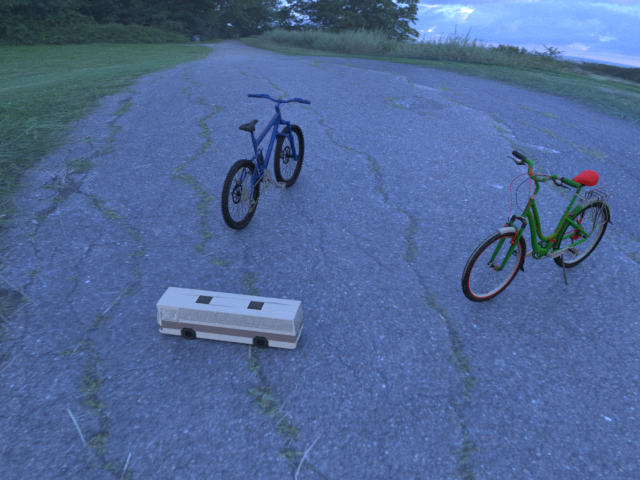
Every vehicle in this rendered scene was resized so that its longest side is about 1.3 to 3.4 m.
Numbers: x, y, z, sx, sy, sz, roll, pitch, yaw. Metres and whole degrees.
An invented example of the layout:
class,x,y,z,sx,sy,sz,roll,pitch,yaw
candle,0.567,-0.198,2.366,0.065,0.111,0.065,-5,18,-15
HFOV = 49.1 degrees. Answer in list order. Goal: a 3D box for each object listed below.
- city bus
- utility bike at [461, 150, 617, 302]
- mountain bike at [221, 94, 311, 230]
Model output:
class,x,y,z,sx,sy,sz,roll,pitch,yaw
city bus,-1.060,0.933,8.287,1.674,0.460,0.476,5,28,10
utility bike,2.977,-0.191,8.938,2.791,1.839,1.039,-17,32,-28
mountain bike,-0.858,-1.341,11.277,1.114,1.688,2.857,11,30,20
